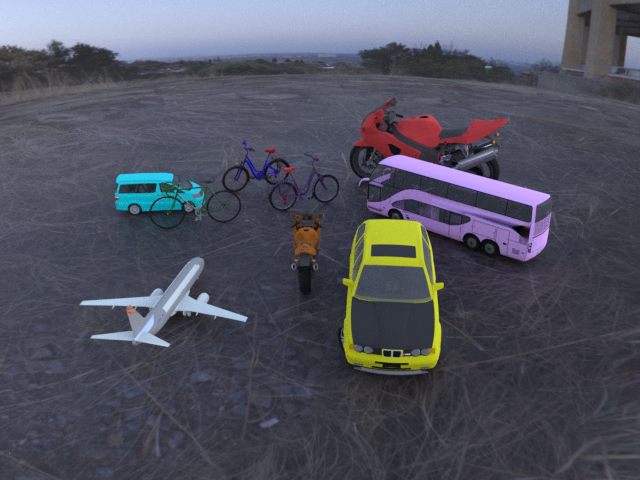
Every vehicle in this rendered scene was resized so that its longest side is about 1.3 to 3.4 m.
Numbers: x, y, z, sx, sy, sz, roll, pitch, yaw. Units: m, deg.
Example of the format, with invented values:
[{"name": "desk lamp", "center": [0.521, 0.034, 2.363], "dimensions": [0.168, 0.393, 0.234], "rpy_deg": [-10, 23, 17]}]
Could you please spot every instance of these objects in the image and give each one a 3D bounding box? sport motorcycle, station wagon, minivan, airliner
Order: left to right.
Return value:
[{"name": "minivan", "center": [-2.860, -0.859, 12.525], "dimensions": [1.548, 0.616, 0.681], "rpy_deg": [-3, 26, -6]}, {"name": "airliner", "center": [-1.991, 0.630, 9.241], "dimensions": [2.257, 0.835, 2.541], "rpy_deg": [5, 26, 9]}, {"name": "sport motorcycle", "center": [-0.199, 0.144, 10.247], "dimensions": [0.506, 0.821, 1.520], "rpy_deg": [0, 26, 1]}, {"name": "station wagon", "center": [0.950, 0.575, 9.255], "dimensions": [1.327, 0.920, 3.105], "rpy_deg": [2, 26, 5]}, {"name": "sport motorcycle", "center": [1.981, -1.734, 13.196], "dimensions": [2.955, 1.596, 0.983], "rpy_deg": [9, 27, 17]}]

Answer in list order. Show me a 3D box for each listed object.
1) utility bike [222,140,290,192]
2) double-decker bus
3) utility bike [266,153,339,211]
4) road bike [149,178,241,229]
[{"name": "utility bike", "center": [-1.163, -1.395, 13.243], "dimensions": [1.435, 0.946, 0.535], "rpy_deg": [-12, 29, -24]}, {"name": "double-decker bus", "center": [2.138, -0.596, 11.493], "dimensions": [3.251, 1.052, 0.756], "rpy_deg": [21, 33, 36]}, {"name": "utility bike", "center": [-0.319, -1.053, 12.545], "dimensions": [1.435, 0.946, 0.535], "rpy_deg": [-12, 29, -23]}, {"name": "road bike", "center": [-2.099, -0.629, 11.788], "dimensions": [1.545, 0.852, 0.358], "rpy_deg": [-7, 27, -14]}]
